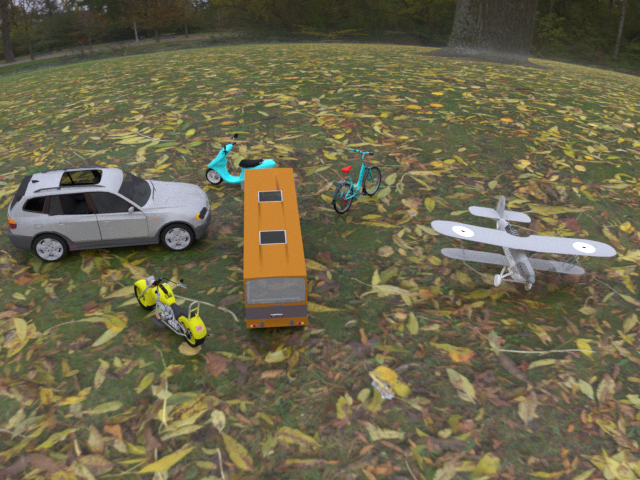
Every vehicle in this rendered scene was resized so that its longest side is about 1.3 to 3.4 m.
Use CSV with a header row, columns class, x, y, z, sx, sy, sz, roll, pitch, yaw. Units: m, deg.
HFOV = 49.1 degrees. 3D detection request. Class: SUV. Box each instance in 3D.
class,x,y,z,sx,sy,sz,roll,pitch,yaw
SUV,-3.252,-0.510,10.898,3.058,1.128,1.276,-5,31,-8

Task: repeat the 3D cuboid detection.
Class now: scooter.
class,x,y,z,sx,sy,sz,roll,pitch,yaw
scooter,-1.416,-1.356,12.538,1.399,0.919,0.662,7,31,12

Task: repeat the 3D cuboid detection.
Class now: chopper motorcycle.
class,x,y,z,sx,sy,sz,roll,pitch,yaw
chopper motorcycle,-1.972,0.804,9.031,0.466,0.761,1.563,-25,39,-36

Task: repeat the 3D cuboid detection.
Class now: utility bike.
class,x,y,z,sx,sy,sz,roll,pitch,yaw
utility bike,0.596,-1.052,11.997,0.535,0.946,1.435,22,37,33

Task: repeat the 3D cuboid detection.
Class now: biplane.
class,x,y,z,sx,sy,sz,roll,pitch,yaw
biplane,2.817,0.056,10.083,2.598,0.981,2.120,0,31,0

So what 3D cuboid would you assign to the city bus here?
class,x,y,z,sx,sy,sz,roll,pitch,yaw
city bus,-0.691,0.031,10.211,0.926,0.894,3.255,-3,31,-4
